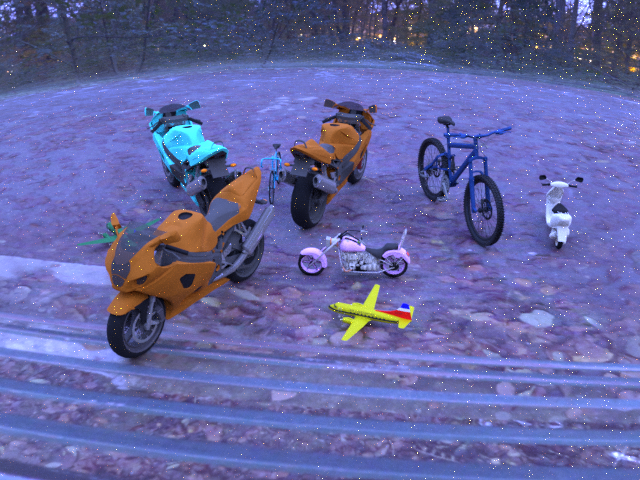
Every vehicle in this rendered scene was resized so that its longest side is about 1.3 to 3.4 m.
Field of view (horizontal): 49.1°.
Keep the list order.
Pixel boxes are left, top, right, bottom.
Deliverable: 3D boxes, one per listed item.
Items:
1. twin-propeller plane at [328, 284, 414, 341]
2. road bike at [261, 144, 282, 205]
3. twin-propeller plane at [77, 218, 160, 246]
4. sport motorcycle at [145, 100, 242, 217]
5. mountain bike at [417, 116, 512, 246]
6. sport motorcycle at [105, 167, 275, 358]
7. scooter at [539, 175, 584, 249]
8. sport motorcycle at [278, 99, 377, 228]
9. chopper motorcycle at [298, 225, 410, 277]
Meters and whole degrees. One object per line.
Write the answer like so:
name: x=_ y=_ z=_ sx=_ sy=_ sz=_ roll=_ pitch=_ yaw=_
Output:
twin-propeller plane: x=0.614 y=0.878 z=8.740 sx=1.095 sy=0.407 sz=1.370 roll=10 pitch=29 yaw=19
road bike: x=-0.791 y=-1.218 z=12.338 sx=0.358 sy=0.852 sz=1.545 roll=2 pitch=27 yaw=4
twin-propeller plane: x=-3.015 y=-0.124 z=10.693 sx=1.370 sy=0.407 sz=1.095 roll=-22 pitch=34 yaw=-36
sport motorcycle: x=-2.147 y=-1.304 z=11.691 sx=0.983 sy=1.596 sz=2.955 roll=-14 pitch=30 yaw=-26
mountain bike: x=2.203 y=-1.101 z=11.195 sx=1.114 sy=1.688 sz=2.857 roll=-8 pitch=28 yaw=-15
sport motorcycle: x=-1.590 y=0.205 z=8.748 sx=0.983 sy=1.596 sz=2.955 roll=15 pitch=31 yaw=27
scooter: x=3.701 y=-0.504 z=10.874 sx=0.662 sy=0.919 sz=1.399 roll=4 pitch=27 yaw=8
sport motorcycle: x=0.221 y=-1.349 z=11.779 sx=0.983 sy=1.596 sz=2.955 roll=11 pitch=29 yaw=21
chopper motorcycle: x=0.473 y=0.166 z=9.739 sx=1.563 sy=0.761 sz=0.466 roll=2 pitch=27 yaw=5
